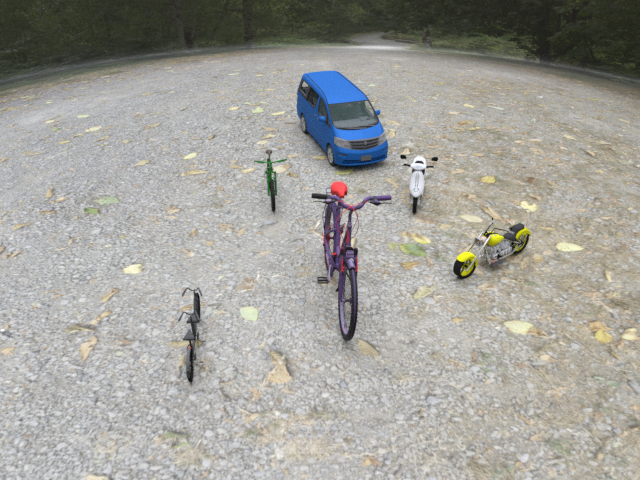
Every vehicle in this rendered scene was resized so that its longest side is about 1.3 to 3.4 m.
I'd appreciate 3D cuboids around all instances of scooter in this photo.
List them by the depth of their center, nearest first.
[{"bbox_3d":[1.755,-1.150,12.554,0.662,0.919,1.399,5,31,9],"label":"scooter"}]

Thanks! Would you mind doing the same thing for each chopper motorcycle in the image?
[{"bbox_3d":[2.653,0.048,10.673,1.563,0.761,0.466,-20,36,-30],"label":"chopper motorcycle"}]

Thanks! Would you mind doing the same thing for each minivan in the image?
[{"bbox_3d":[0.424,-2.588,14.724,1.324,1.197,3.011,-10,32,-16],"label":"minivan"}]

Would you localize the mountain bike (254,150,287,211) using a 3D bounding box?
[{"bbox_3d":[-0.890,-1.151,12.605,0.573,0.868,1.469,-4,31,-6],"label":"mountain bike"}]

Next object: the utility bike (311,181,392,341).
[{"bbox_3d":[0.366,0.005,9.685,1.039,1.839,2.791,-3,31,-6],"label":"utility bike"}]

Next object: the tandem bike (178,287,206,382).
[{"bbox_3d":[-1.626,1.112,8.943,0.283,0.682,1.642,-2,31,-4],"label":"tandem bike"}]
